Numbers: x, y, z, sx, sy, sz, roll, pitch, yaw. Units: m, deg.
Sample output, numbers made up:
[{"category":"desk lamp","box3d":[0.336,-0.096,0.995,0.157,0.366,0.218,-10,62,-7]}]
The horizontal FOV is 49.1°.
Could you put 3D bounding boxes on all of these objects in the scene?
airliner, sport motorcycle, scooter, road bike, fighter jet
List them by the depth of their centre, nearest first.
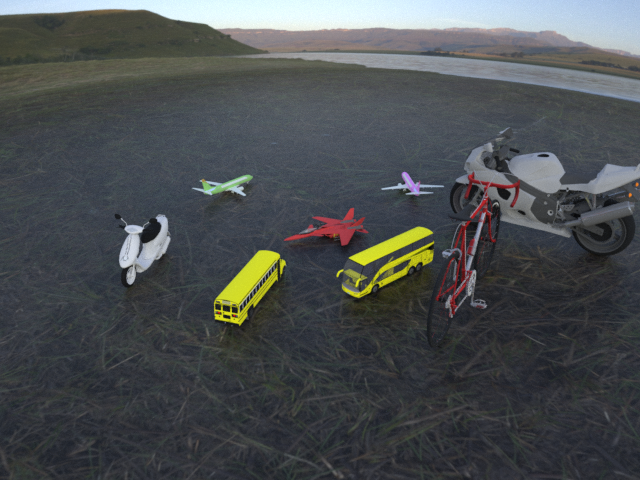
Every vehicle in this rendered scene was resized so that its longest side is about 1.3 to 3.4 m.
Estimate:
[{"category":"road bike","box3d":[1.926,0.140,9.002,0.697,1.656,3.004,13,29,25]},{"category":"scooter","box3d":[-2.531,0.007,10.097,0.662,0.919,1.399,7,27,14]},{"category":"sport motorcycle","box3d":[3.433,-0.732,10.824,2.955,1.596,0.983,15,30,28]},{"category":"fighter jet","box3d":[0.047,-0.198,11.221,1.358,0.286,1.147,-12,29,-22]},{"category":"airliner","box3d":[-1.694,-1.089,12.852,1.161,0.429,1.307,19,32,34]},{"category":"airliner","box3d":[1.680,-1.106,12.888,1.161,0.429,1.307,-3,27,-6]}]

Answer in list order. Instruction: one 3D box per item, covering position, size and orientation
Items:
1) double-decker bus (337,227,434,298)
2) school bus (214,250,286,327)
[{"category":"double-decker bus","box3d":[0.969,0.311,9.909,1.672,0.541,0.389,-22,34,-37]},{"category":"school bus","box3d":[-0.901,0.586,9.478,0.365,0.434,1.708,8,28,16]}]
